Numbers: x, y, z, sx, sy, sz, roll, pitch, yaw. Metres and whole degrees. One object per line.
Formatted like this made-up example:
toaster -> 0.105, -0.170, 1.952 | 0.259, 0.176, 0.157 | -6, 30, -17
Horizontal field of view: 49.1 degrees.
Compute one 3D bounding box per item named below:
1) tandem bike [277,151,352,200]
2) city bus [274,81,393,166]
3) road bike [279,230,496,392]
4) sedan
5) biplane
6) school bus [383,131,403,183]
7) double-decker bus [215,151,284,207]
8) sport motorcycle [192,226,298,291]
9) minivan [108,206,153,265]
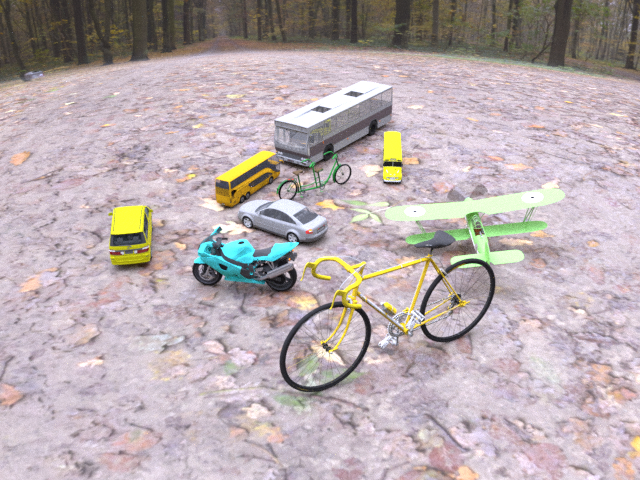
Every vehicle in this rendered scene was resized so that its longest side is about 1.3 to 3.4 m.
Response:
tandem bike -> -0.084, -1.143, 12.400 | 1.642, 0.682, 0.283 | -20, 35, -31
city bus -> 0.355, -2.434, 14.509 | 0.926, 0.894, 3.255 | 19, 34, 30
road bike -> 0.877, 0.747, 7.985 | 3.004, 1.656, 0.696 | -15, 33, -26
sedan -> -0.622, -0.384, 11.235 | 1.613, 0.483, 0.635 | 19, 34, 30
biplane -> 2.266, -0.133, 10.269 | 2.598, 0.981, 2.120 | 1, 29, 2
school bus -> 1.392, -1.594, 13.468 | 0.365, 0.434, 1.708 | 2, 29, 4
double-decker bus -> -1.254, -1.125, 12.512 | 0.389, 0.541, 1.672 | 15, 32, 25
sport motorcycle -> -1.037, 0.305, 9.644 | 1.520, 0.821, 0.506 | 4, 29, 7
minivan -> -2.898, -0.183, 10.736 | 0.681, 0.616, 1.548 | -6, 29, -10
